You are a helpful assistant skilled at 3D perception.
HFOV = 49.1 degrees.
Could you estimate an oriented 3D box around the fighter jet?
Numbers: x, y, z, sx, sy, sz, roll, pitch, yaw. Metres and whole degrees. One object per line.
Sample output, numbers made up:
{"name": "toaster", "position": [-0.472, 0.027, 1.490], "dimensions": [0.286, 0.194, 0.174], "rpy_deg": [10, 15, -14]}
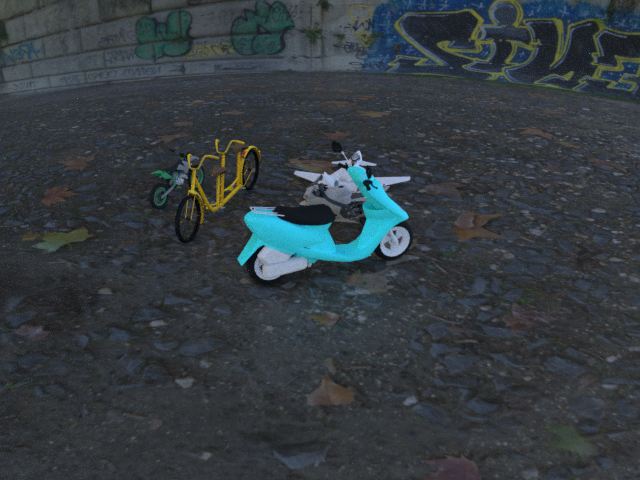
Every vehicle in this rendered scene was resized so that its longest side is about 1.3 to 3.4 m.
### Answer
{"name": "fighter jet", "position": [0.638, -1.453, 13.562], "dimensions": [2.229, 0.557, 2.640], "rpy_deg": [4, 27, 7]}

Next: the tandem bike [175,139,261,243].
{"name": "tandem bike", "position": [-1.675, -1.076, 11.936], "dimensions": [0.550, 1.326, 3.192], "rpy_deg": [9, 28, 17]}

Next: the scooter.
{"name": "scooter", "position": [0.145, -0.337, 9.925], "dimensions": [2.721, 1.786, 1.288], "rpy_deg": [-10, 28, -19]}

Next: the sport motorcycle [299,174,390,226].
{"name": "sport motorcycle", "position": [0.374, -0.591, 11.525], "dimensions": [1.520, 0.821, 0.506], "rpy_deg": [4, 27, 7]}

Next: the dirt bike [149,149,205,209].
{"name": "dirt bike", "position": [-2.572, -1.143, 12.598], "dimensions": [0.527, 0.857, 1.493], "rpy_deg": [14, 30, 26]}
